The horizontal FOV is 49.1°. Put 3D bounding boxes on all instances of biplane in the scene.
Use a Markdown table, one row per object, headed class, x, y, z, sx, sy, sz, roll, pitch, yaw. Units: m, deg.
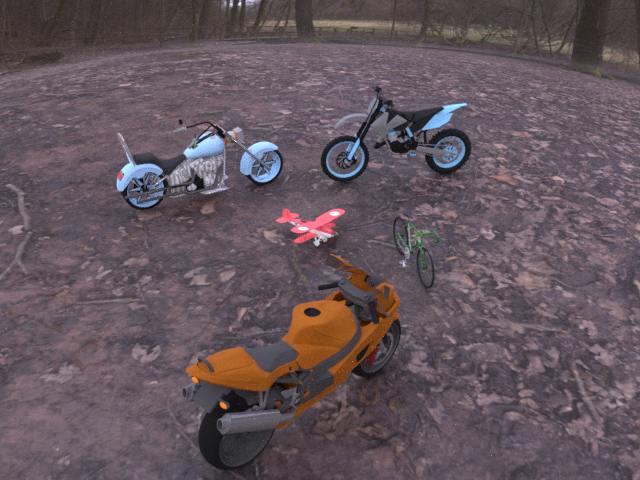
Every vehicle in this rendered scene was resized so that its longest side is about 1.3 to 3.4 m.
| class | x | y | z | sx | sy | sz | roll | pitch | yaw |
| --- | --- | --- | --- | --- | --- | --- | --- | --- | --- |
| biplane | -0.150 | -0.230 | 11.162 | 1.090 | 0.504 | 1.336 | 19 | 36 | 29 |

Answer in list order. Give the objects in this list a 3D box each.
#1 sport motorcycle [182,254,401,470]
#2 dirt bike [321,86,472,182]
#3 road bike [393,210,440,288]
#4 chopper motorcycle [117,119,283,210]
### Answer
| class | x | y | z | sx | sy | sz | roll | pitch | yaw |
| --- | --- | --- | --- | --- | --- | --- | --- | --- | --- |
| sport motorcycle | -0.125 | 1.281 | 7.538 | 2.955 | 1.596 | 0.983 | -26 | 39 | -36 |
| dirt bike | 1.439 | -1.892 | 12.828 | 2.903 | 1.666 | 1.024 | -6 | 31 | -10 |
| road bike | 1.375 | 0.056 | 10.338 | 0.358 | 0.852 | 1.545 | -8 | 32 | -14 |
| chopper motorcycle | -2.053 | -1.422 | 12.218 | 3.040 | 1.480 | 0.906 | -16 | 34 | -25 |
